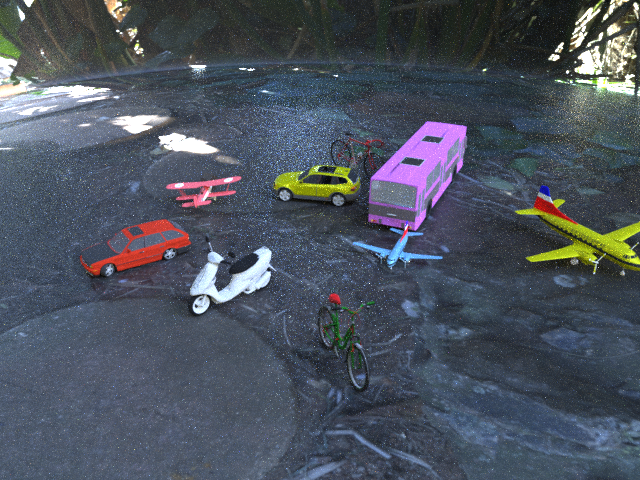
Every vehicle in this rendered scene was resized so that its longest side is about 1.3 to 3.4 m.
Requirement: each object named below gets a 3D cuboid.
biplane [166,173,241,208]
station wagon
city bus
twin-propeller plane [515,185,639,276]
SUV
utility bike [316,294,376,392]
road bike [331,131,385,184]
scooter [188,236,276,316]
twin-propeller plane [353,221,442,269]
[{"bbox_3d":[-2.042,-0.796,12.096,1.336,0.504,1.090,2,27,5],"label":"biplane"},{"bbox_3d":[-2.757,0.081,10.431,1.597,0.473,0.682,-17,32,-29],"label":"station wagon"},{"bbox_3d":[1.799,-1.177,12.409,0.926,0.894,3.255,11,29,21],"label":"city bus"},{"bbox_3d":[3.986,-0.144,10.519,2.663,0.792,2.129,-14,31,-26],"label":"twin-propeller plane"},{"bbox_3d":[-0.054,-1.019,12.444,1.572,0.580,0.656,6,28,12],"label":"SUV"},{"bbox_3d":[0.295,1.039,8.058,0.535,0.946,1.435,-11,29,-20],"label":"utility bike"},{"bbox_3d":[0.715,-1.617,13.308,0.358,0.852,1.545,-21,34,-35],"label":"road bike"},{"bbox_3d":[-1.172,0.413,9.300,1.399,0.919,0.662,-22,34,-36],"label":"scooter"},{"bbox_3d":[1.180,0.083,10.497,1.370,0.407,1.095,10,29,18],"label":"twin-propeller plane"}]
